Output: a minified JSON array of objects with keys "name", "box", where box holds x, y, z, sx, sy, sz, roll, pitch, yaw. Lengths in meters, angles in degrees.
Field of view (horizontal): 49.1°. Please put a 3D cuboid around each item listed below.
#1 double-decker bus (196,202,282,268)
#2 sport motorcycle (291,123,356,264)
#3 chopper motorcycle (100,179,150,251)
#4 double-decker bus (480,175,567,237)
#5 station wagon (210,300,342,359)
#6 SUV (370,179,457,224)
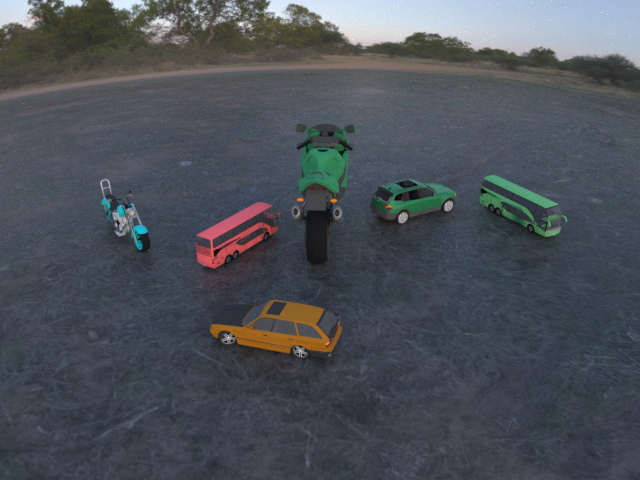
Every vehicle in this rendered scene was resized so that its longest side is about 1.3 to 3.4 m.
[{"name":"double-decker bus","box":[-1.228,-0.109,10.765,0.389,0.541,1.672,17,31,30]},{"name":"sport motorcycle","box":[0.040,-0.830,11.027,0.983,1.596,2.955,2,27,3]},{"name":"chopper motorcycle","box":[-3.106,-0.401,11.102,0.466,0.761,1.563,-19,32,-33]},{"name":"double-decker bus","box":[3.345,-0.568,11.683,0.389,0.541,1.672,-14,30,-26]},{"name":"station wagon","box":[-0.557,1.025,8.575,1.597,0.473,0.682,8,28,15]},{"name":"SUV","box":[1.616,-0.736,11.973,1.572,0.580,0.656,-14,30,-27]}]
